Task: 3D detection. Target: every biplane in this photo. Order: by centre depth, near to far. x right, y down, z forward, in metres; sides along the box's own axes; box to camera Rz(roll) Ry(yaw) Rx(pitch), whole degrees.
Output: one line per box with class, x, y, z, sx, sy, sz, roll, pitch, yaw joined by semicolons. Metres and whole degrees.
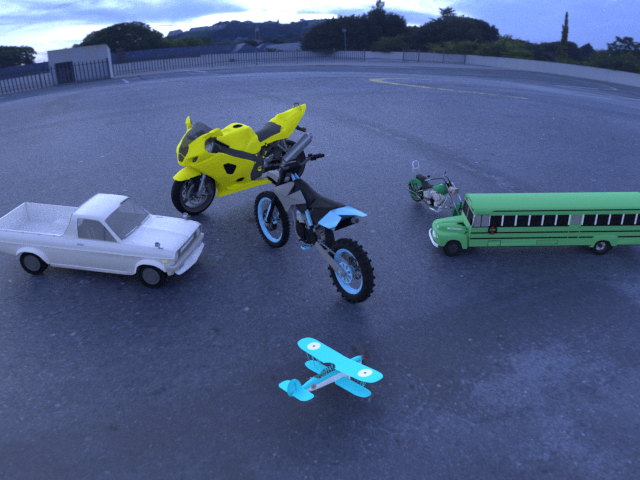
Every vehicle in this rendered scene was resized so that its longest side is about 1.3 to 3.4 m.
biplane;0.071;1.492;7.745;1.090;0.504;1.336;-20;32;-34

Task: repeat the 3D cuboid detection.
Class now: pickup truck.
pickup truck;-3.342;-0.108;10.424;3.117;0.993;1.244;6;27;11

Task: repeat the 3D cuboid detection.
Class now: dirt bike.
dirt bike;-0.183;-0.282;10.017;1.024;1.666;2.903;-18;31;-32

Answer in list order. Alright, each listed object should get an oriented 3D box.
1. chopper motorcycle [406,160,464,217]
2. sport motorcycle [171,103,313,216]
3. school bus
chopper motorcycle;2.075;-0.814;12.110;0.466;0.761;1.563;-16;31;-29
sport motorcycle;-1.384;-1.476;12.505;2.955;1.596;0.983;-21;33;-36
school bus;3.398;-0.276;10.930;3.322;0.844;0.709;-1;26;-1
